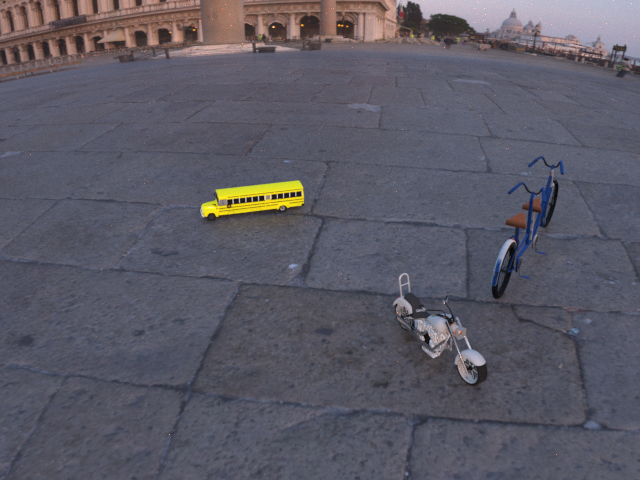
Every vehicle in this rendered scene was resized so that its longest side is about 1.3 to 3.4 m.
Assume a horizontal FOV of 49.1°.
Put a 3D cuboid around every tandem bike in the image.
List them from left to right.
[{"bbox_3d":[3.014,-0.304,10.034,0.550,1.326,3.192,16,33,26],"label":"tandem bike"}]

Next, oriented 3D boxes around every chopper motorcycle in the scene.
[{"bbox_3d":[1.385,1.028,8.199,0.466,0.761,1.563,-17,33,-28],"label":"chopper motorcycle"}]

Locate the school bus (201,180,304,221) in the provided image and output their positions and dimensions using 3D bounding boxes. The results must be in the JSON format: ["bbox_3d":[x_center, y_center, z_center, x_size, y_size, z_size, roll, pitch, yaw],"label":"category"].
[{"bbox_3d":[-1.126,-0.663,11.612,1.708,0.434,0.365,-8,30,-13],"label":"school bus"}]
